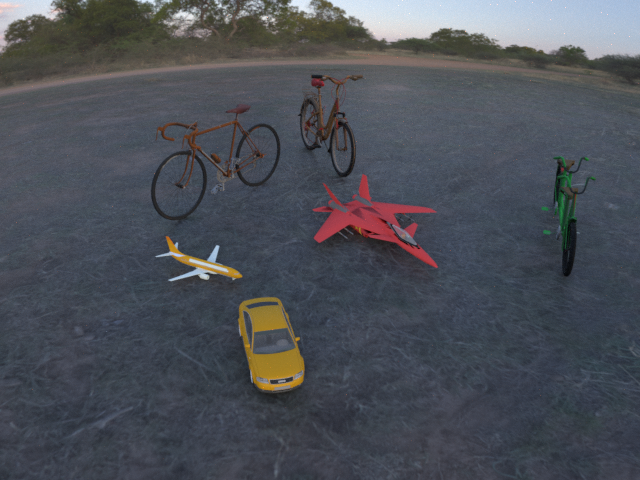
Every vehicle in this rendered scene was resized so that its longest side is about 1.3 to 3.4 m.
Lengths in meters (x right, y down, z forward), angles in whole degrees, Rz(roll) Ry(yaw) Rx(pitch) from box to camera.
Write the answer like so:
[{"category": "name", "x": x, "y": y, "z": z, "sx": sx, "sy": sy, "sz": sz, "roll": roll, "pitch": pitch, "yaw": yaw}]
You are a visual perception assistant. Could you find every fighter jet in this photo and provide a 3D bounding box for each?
[{"category": "fighter jet", "x": 1.013, "y": -0.284, "z": 10.862, "sx": 2.229, "sy": 0.557, "sz": 2.640, "roll": -14, "pitch": 30, "yaw": -26}]

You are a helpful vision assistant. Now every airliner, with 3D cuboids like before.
[{"category": "airliner", "x": -1.661, "y": 0.265, "z": 9.925, "sx": 1.307, "sy": 0.429, "sz": 1.161, "roll": 13, "pitch": 30, "yaw": 24}]

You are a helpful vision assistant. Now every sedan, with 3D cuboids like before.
[{"category": "sedan", "x": -0.586, "y": 1.143, "z": 8.144, "sx": 0.635, "sy": 0.483, "sz": 1.613, "roll": -6, "pitch": 28, "yaw": -12}]

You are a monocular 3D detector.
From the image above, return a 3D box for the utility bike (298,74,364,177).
[{"category": "utility bike", "x": 0.192, "y": -2.430, "z": 13.660, "sx": 1.039, "sy": 1.839, "sz": 2.791, "roll": -10, "pitch": 29, "yaw": -20}]

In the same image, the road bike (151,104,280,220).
[{"category": "road bike", "x": -1.691, "y": -1.423, "z": 11.888, "sx": 0.696, "sy": 1.656, "sz": 3.004, "roll": 20, "pitch": 33, "yaw": 34}]

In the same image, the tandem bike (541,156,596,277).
[{"category": "tandem bike", "x": 3.778, "y": -0.642, "z": 10.719, "sx": 0.550, "sy": 1.326, "sz": 3.192, "roll": 6, "pitch": 28, "yaw": 12}]
